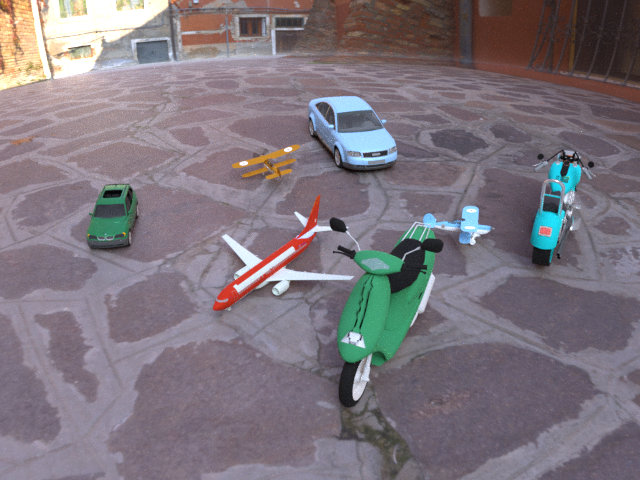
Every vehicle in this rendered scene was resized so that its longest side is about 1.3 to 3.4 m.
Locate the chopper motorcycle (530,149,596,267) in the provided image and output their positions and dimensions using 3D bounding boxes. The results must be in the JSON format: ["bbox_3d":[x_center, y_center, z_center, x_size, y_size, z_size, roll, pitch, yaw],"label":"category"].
[{"bbox_3d":[3.695,-0.734,10.733,0.906,1.480,3.040,12,31,22],"label":"chopper motorcycle"}]

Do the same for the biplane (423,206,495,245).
[{"bbox_3d":[2.140,-0.220,10.806,1.090,0.504,1.336,6,29,12],"label":"biplane"}]

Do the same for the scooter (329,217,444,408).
[{"bbox_3d":[0.813,0.529,8.054,1.288,1.786,2.721,13,31,22],"label":"scooter"}]

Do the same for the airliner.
[{"bbox_3d":[-0.662,0.174,9.723,2.257,0.835,2.541,17,33,29],"label":"airliner"}]

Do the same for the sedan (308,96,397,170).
[{"bbox_3d":[0.616,-2.318,14.256,1.235,0.940,3.137,-8,29,-14],"label":"sedan"}]

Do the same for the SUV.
[{"bbox_3d":[-3.271,-0.404,11.070,0.656,0.580,1.572,-3,28,-5],"label":"SUV"}]

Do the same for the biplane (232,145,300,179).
[{"bbox_3d":[-0.932,-1.357,12.925,1.336,0.504,1.090,-12,30,-21],"label":"biplane"}]
